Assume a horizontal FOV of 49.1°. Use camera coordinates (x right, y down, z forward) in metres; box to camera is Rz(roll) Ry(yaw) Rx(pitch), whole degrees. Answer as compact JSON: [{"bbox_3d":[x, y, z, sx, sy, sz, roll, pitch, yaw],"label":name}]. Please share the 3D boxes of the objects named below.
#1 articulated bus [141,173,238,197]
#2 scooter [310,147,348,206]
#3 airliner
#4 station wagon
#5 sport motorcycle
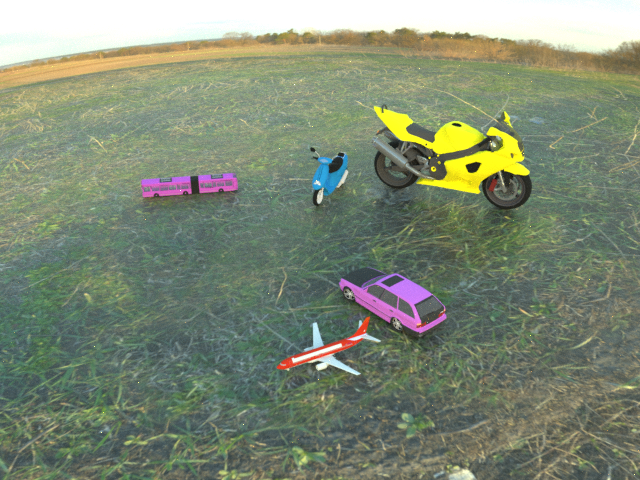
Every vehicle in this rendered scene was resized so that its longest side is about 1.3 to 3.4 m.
[{"bbox_3d":[-2.403,-1.011,12.892,1.749,0.289,0.311,-5,29,-9],"label":"articulated bus"},{"bbox_3d":[0.191,-1.254,12.680,0.662,0.919,1.399,13,31,22],"label":"scooter"},{"bbox_3d":[0.063,1.281,8.580,1.307,0.429,1.161,-14,32,-24],"label":"airliner"},{"bbox_3d":[0.953,0.737,9.523,0.682,0.473,1.597,-22,36,-35],"label":"station wagon"},{"bbox_3d":[2.302,-1.485,12.397,2.955,1.596,0.983,13,31,23],"label":"sport motorcycle"}]
